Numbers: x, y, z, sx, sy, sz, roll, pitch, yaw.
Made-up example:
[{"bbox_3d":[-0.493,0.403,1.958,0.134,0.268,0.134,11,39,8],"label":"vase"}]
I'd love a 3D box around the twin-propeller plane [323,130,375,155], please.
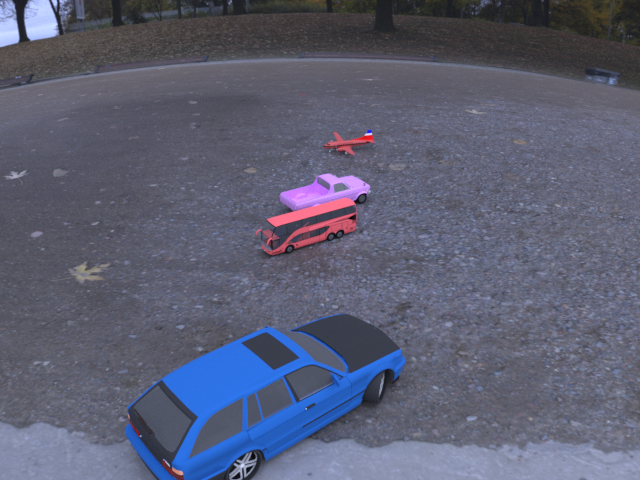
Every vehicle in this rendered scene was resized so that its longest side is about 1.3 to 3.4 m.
[{"bbox_3d":[0.586,-2.056,14.558,1.095,0.407,1.370,-7,29,-13],"label":"twin-propeller plane"}]

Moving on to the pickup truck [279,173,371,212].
[{"bbox_3d":[0.103,-0.836,12.200,1.603,0.511,0.640,-17,33,-29],"label":"pickup truck"}]

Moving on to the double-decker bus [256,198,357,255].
[{"bbox_3d":[-0.183,-0.209,11.013,1.672,0.541,0.389,-17,33,-28],"label":"double-decker bus"}]

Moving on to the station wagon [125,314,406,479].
[{"bbox_3d":[-0.460,1.505,7.457,3.105,0.920,1.327,-22,35,-34],"label":"station wagon"}]
